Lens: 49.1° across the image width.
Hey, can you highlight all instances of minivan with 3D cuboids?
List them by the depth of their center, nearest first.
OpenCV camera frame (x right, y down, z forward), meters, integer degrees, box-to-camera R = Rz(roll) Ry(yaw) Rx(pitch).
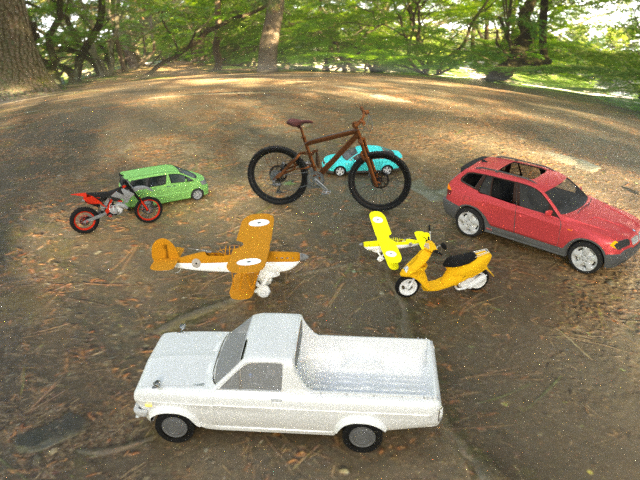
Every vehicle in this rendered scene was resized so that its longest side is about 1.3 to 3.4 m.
[{"bbox_3d":[-2.772,-0.996,12.468,1.548,0.616,0.681,-14,29,-25],"label":"minivan"}]

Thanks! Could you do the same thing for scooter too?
[{"bbox_3d":[1.702,0.320,9.460,1.399,0.919,0.662,-5,27,-10],"label":"scooter"}]

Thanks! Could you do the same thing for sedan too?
[{"bbox_3d":[0.840,-1.598,13.838,1.613,0.483,0.635,-2,26,-4],"label":"sedan"}]

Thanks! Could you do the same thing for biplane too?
[{"bbox_3d":[-1.213,0.250,9.532,2.120,0.981,2.598,0,26,-1],"label":"biplane"},{"bbox_3d":[1.121,0.058,10.459,1.090,0.504,1.336,-4,27,-8],"label":"biplane"}]

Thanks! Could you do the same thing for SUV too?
[{"bbox_3d":[3.423,-0.500,10.886,3.058,1.128,1.276,21,33,36],"label":"SUV"}]

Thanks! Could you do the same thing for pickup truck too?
[{"bbox_3d":[-0.311,1.373,7.243,3.117,0.993,1.244,2,26,4],"label":"pickup truck"}]

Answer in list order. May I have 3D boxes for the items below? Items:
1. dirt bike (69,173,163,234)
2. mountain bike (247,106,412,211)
[{"bbox_3d":[-3.319,-0.586,11.366,1.493,0.857,0.527,-11,28,-21],"label":"dirt bike"},{"bbox_3d":[0.140,-1.326,11.927,2.857,1.688,1.114,4,27,8],"label":"mountain bike"}]
